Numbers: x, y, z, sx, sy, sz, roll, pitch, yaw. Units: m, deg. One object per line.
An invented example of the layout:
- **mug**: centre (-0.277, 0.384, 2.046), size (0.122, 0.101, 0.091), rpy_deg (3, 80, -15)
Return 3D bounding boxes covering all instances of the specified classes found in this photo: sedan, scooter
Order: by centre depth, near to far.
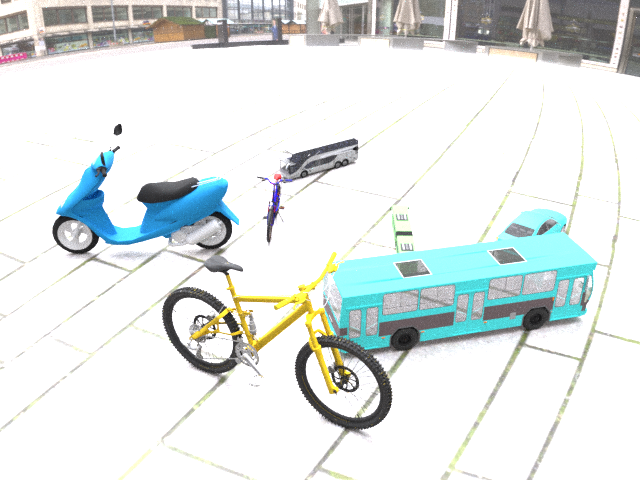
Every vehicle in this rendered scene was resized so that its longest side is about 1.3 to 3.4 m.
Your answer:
- **scooter**: centre (-2.547, -0.626, 10.027), size (2.721, 1.786, 1.288), rpy_deg (-2, 29, -3)
- **sedan**: centre (3.213, -0.174, 10.554), size (0.635, 0.483, 1.613), rpy_deg (22, 36, 34)

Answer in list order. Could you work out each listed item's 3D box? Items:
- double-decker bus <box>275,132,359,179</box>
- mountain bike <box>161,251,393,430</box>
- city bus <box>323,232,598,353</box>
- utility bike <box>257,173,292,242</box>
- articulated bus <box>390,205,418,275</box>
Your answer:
- **double-decker bus**: centre (-0.024, -1.554, 12.965), size (1.672, 0.541, 0.389), rpy_deg (-19, 34, -30)
- **mountain bike**: centre (-0.550, 0.968, 7.275), size (2.857, 1.688, 1.114), rpy_deg (15, 33, 26)
- **city bus**: centre (1.704, 0.655, 8.649), size (3.255, 0.894, 0.926), rpy_deg (-7, 30, -12)
- **utility bike**: centre (-0.671, -0.622, 10.881), size (0.535, 0.946, 1.435), rpy_deg (2, 29, 3)
- **articulated bus**: centre (1.255, -0.031, 10.497), size (0.311, 0.289, 1.749), rpy_deg (1, 29, 1)
